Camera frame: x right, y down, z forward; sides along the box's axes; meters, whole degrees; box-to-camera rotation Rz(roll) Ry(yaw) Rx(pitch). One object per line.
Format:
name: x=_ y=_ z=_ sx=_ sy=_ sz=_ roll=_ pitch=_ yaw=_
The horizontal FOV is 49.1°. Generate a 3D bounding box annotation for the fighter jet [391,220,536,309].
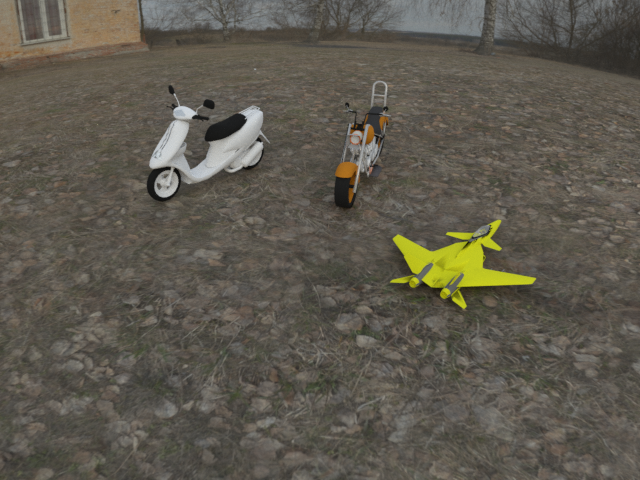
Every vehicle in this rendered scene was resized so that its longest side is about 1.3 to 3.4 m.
fighter jet: x=2.202 y=0.061 z=10.435 sx=2.229 sy=0.557 sz=2.640 roll=19 pitch=35 yaw=30

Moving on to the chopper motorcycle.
chopper motorcycle: x=0.777 y=-1.789 z=12.757 sx=0.906 sy=1.480 sz=3.040 roll=8 pitch=31 yaw=14

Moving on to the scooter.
scooter: x=-1.994 y=-1.843 z=12.542 sx=1.288 sy=1.786 sz=2.721 roll=26 pitch=39 yaw=38
